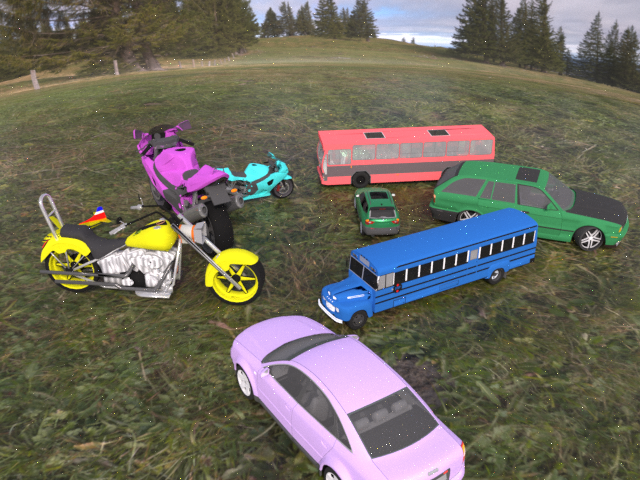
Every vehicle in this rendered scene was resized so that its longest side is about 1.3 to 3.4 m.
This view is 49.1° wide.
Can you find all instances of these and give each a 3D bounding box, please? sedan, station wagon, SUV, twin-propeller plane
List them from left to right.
[{"bbox_3d":[-3.908,-0.214,11.158,1.095,0.407,1.370,-23,35,-37],"label":"twin-propeller plane"},{"bbox_3d":[0.135,1.543,7.188,1.235,0.940,3.137,-17,32,-29],"label":"sedan"},{"bbox_3d":[0.945,-0.568,11.654,0.656,0.580,1.572,-2,27,-3],"label":"SUV"},{"bbox_3d":[3.411,-0.647,11.437,3.105,0.920,1.327,10,29,19],"label":"station wagon"}]

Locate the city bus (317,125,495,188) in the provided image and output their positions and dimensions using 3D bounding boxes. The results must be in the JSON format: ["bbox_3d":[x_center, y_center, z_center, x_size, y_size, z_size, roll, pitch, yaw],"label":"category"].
[{"bbox_3d":[1.599,-1.585,13.276,3.255,0.894,0.926,-3,28,-6],"label":"city bus"}]

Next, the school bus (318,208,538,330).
[{"bbox_3d":[1.526,0.336,9.623,3.322,0.844,0.709,-15,31,-26],"label":"school bus"}]

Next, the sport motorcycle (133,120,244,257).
[{"bbox_3d":[-2.138,-0.857,11.108,0.983,1.596,2.955,-17,32,-29],"label":"sport motorcycle"}]

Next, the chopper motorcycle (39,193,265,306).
[{"bbox_3d":[-2.262,0.130,9.329,3.040,1.480,0.906,3,27,5],"label":"chopper motorcycle"}]

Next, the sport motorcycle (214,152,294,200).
[{"bbox_3d":[-1.171,-1.026,12.278,1.520,0.821,0.506,-11,29,-21],"label":"sport motorcycle"}]
